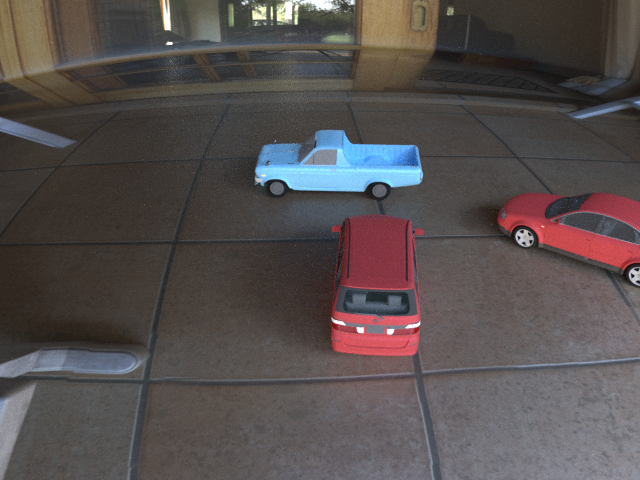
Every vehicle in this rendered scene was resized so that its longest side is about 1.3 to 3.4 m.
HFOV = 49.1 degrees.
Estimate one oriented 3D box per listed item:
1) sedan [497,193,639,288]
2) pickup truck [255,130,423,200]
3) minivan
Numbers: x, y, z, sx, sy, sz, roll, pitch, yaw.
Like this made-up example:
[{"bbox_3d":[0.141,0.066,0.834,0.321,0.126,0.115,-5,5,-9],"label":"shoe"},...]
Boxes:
[{"bbox_3d":[4.334,-0.201,10.939,3.137,0.940,1.235,22,37,32],"label":"sedan"},{"bbox_3d":[0.338,-1.457,13.026,3.117,0.993,1.244,1,30,2],"label":"pickup truck"},{"bbox_3d":[0.787,0.352,9.742,1.324,1.197,3.011,2,30,4],"label":"minivan"}]
